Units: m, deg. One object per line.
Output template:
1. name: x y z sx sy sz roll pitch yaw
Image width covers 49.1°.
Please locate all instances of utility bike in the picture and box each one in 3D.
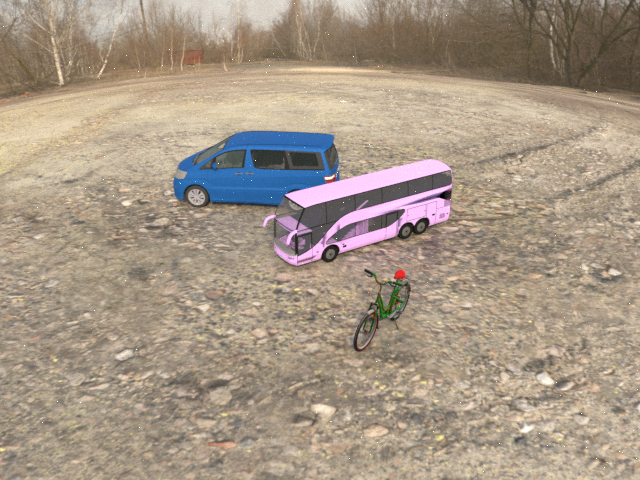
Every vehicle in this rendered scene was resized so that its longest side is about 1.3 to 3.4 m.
1. utility bike: 0.861 0.779 8.746 0.535 0.946 1.435 17 31 30

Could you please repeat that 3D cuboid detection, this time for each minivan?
1. minivan: -1.158 -1.301 12.656 3.011 1.197 1.324 3 27 7

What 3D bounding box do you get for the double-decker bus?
1. double-decker bus: 0.698 -0.456 11.117 3.251 1.052 0.756 -16 31 -29
